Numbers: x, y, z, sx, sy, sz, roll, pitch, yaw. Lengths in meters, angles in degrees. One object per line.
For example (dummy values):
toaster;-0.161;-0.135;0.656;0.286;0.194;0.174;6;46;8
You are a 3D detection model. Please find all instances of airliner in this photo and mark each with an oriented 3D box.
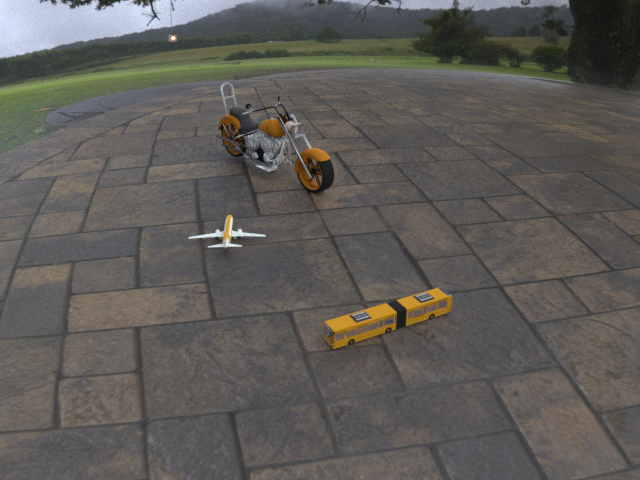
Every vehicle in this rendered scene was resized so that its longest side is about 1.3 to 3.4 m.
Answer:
airliner;-1.418;-0.200;10.715;1.161;0.429;1.307;-2;27;-3

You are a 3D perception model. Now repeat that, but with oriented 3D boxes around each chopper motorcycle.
chopper motorcycle;-0.882;-1.917;12.922;0.906;1.480;3.040;-23;35;-38

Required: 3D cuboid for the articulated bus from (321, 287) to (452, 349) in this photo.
articulated bus;0.851;0.947;8.623;1.749;0.289;0.311;-14;30;-25
